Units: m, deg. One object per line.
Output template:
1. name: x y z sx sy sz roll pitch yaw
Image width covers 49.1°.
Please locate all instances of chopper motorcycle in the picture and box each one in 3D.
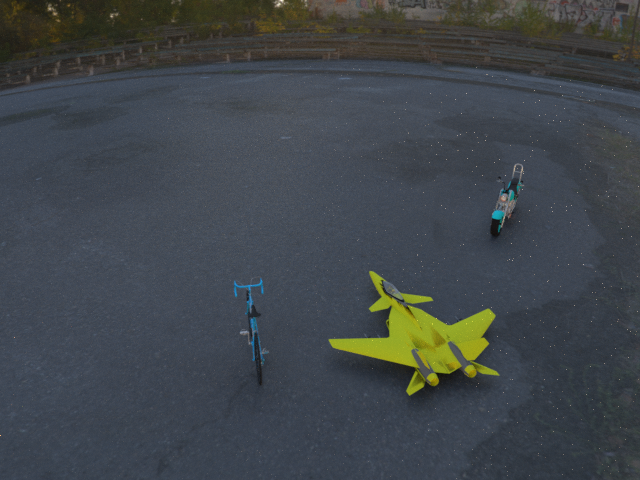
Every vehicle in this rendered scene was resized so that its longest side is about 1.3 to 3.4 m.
1. chopper motorcycle: 3.118 -0.683 11.679 0.466 0.761 1.563 13 31 23

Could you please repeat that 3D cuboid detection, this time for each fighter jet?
1. fighter jet: 1.128 0.890 8.938 2.229 0.557 2.640 -9 29 -16

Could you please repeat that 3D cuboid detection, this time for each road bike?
1. road bike: -0.797 1.031 8.361 0.358 0.852 1.545 -5 28 -9
